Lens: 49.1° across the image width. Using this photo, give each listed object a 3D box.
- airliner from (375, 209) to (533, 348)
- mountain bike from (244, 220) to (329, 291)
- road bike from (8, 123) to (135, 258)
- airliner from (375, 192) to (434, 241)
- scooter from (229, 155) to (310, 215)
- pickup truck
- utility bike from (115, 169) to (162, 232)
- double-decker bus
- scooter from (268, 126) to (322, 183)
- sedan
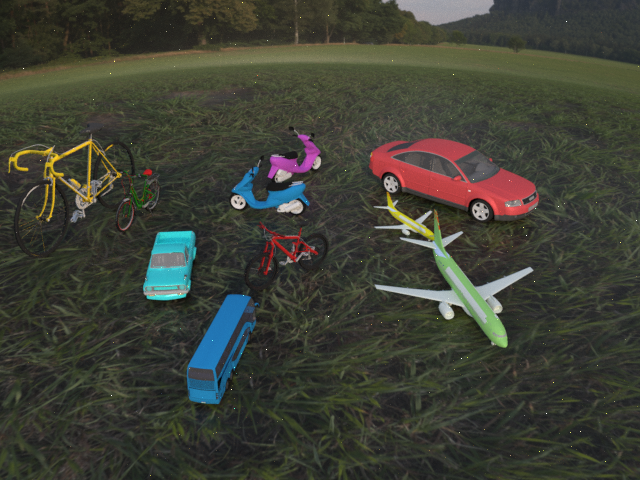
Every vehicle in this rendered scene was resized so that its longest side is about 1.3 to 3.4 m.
[{"bbox_3d":[1.903,0.473,9.185,2.257,0.835,2.541,-6,28,-11],"label":"airliner"},{"bbox_3d":[-0.450,0.161,9.756,1.469,0.868,0.573,-21,34,-35],"label":"mountain bike"},{"bbox_3d":[-3.794,-0.929,11.018,0.696,1.656,3.004,9,29,17],"label":"road bike"},{"bbox_3d":[1.444,-0.369,11.269,1.161,0.429,1.307,-16,31,-28],"label":"airliner"},{"bbox_3d":[-0.866,-0.871,11.713,1.399,0.919,0.662,5,28,10],"label":"scooter"},{"bbox_3d":[-2.106,0.287,9.903,0.640,0.511,1.603,-2,27,-5],"label":"pickup truck"},{"bbox_3d":[-2.924,-0.753,11.453,0.535,0.946,1.435,8,28,15],"label":"utility bike"},{"bbox_3d":[-1.100,1.195,8.099,0.389,0.541,1.672,5,28,9],"label":"double-decker bus"},{"bbox_3d":[-0.447,-1.586,13.106,0.662,0.919,1.399,23,35,37],"label":"scooter"},{"bbox_3d":[2.307,-1.175,12.283,3.137,0.940,1.235,21,34,35],"label":"sedan"}]
